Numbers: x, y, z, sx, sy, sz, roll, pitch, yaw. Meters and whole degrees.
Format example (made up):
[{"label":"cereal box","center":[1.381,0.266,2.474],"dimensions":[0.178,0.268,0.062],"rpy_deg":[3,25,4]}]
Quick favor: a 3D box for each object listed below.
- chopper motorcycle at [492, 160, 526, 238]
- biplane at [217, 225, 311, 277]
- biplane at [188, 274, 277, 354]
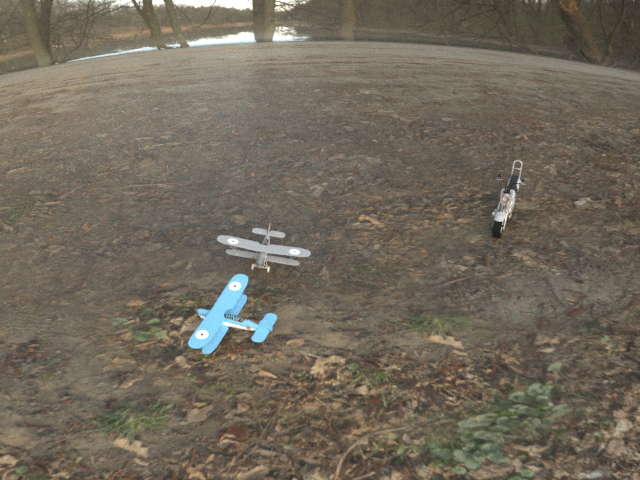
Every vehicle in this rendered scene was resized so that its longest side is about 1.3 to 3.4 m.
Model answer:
[{"label":"chopper motorcycle","center":[3.020,-0.671,11.279],"dimensions":[0.466,0.761,1.563],"rpy_deg":[12,33,20]},{"label":"biplane","center":[-0.787,0.126,10.189],"dimensions":[1.336,0.504,1.090],"rpy_deg":[2,31,4]},{"label":"biplane","center":[-1.092,1.013,8.696],"dimensions":[1.090,0.504,1.336],"rpy_deg":[11,32,18]}]
